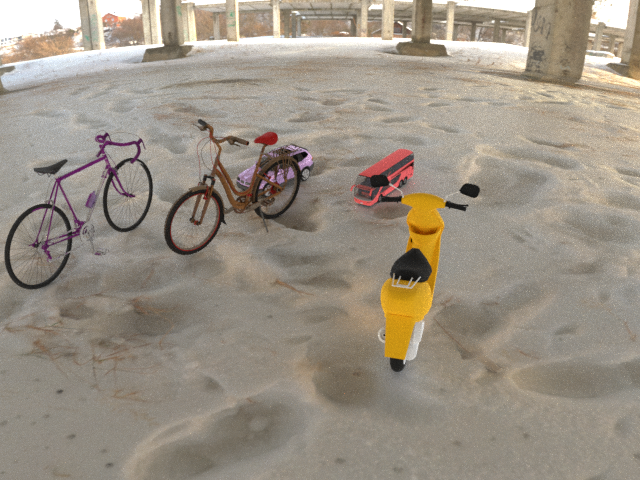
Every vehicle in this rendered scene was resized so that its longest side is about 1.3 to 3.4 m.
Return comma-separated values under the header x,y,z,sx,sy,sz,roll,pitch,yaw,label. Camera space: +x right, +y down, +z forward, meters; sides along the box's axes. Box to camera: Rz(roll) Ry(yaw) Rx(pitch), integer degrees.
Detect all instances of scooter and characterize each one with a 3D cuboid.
x,y,z,sx,sy,sz,roll,pitch,yaw,label
1.141,0.225,8.329,1.288,1.786,2.721,7,28,13,scooter

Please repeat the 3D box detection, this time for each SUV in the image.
x,y,z,sx,sy,sz,roll,pitch,yaw,label
-0.788,-1.267,12.490,0.656,0.580,1.572,22,34,35,SUV

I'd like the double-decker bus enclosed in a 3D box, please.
x,y,z,sx,sy,sz,roll,pitch,yaw,label
1.126,-1.092,12.199,0.389,0.541,1.672,17,32,29,double-decker bus

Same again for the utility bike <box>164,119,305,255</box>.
x,y,z,sx,sy,sz,roll,pitch,yaw,label
-1.130,-0.874,10.377,1.039,1.839,2.791,23,35,37,utility bike

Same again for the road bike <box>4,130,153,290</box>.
x,y,z,sx,sy,sz,roll,pitch,yaw,label
-3.318,-0.518,9.894,0.697,1.656,3.004,12,30,22,road bike
